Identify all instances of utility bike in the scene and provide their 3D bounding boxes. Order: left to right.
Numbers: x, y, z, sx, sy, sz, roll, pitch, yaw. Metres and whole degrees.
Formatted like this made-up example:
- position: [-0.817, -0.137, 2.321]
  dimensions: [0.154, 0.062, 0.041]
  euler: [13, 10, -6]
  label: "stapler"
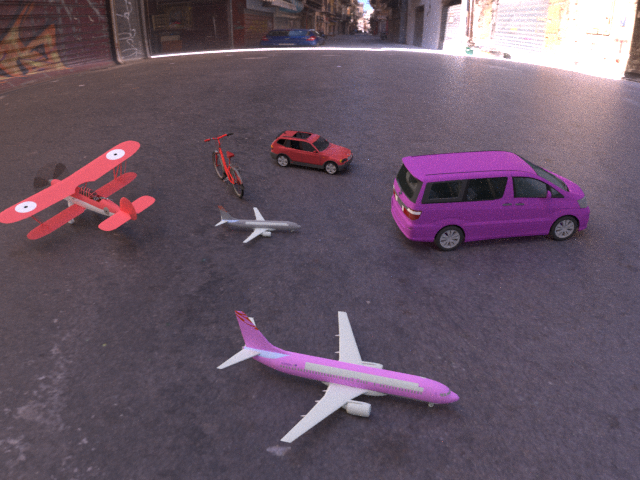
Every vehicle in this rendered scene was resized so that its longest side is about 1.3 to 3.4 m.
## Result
- position: [-1.657, -1.314, 12.120]
  dimensions: [0.535, 0.946, 1.435]
  euler: [-15, 32, -24]
  label: "utility bike"

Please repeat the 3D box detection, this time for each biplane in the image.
- position: [-3.570, -0.609, 10.825]
  dimensions: [2.120, 0.981, 2.598]
  euler: [20, 35, 31]
  label: "biplane"

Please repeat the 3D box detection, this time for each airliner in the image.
- position: [-0.946, -0.325, 10.882]
  dimensions: [1.307, 0.429, 1.161]
  euler: [1, 29, 3]
  label: "airliner"
- position: [0.247, 1.299, 7.569]
  dimensions: [2.541, 0.835, 2.257]
  euler: [8, 30, 14]
  label: "airliner"

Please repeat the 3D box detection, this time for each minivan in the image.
- position: [2.651, -0.691, 10.751]
  dimensions: [3.011, 1.197, 1.324]
  euler: [-5, 30, -9]
  label: "minivan"

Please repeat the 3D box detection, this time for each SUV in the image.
- position: [-0.163, -1.682, 13.151]
  dimensions: [1.572, 0.580, 0.656]
  euler: [11, 31, 18]
  label: "SUV"
